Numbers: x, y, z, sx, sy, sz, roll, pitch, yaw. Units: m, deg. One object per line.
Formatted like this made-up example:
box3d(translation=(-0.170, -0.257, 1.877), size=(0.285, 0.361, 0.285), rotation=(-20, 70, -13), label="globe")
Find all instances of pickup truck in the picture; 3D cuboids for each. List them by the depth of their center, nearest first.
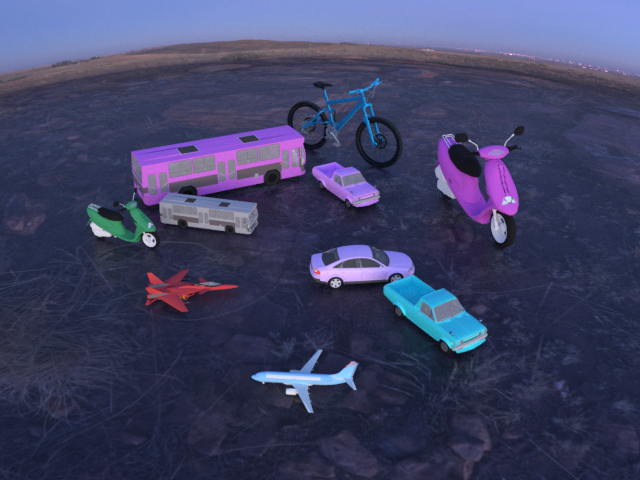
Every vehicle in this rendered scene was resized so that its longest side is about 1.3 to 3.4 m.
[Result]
box3d(translation=(1.561, 0.952, 9.641), size=(0.640, 0.511, 1.603), rotation=(-17, 34, -28), label="pickup truck")
box3d(translation=(0.476, -1.112, 13.343), size=(0.640, 0.511, 1.603), rotation=(-16, 33, -26), label="pickup truck")

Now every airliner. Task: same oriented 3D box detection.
box3d(translation=(-0.196, 1.615, 8.535), size=(1.307, 0.429, 1.161), rotation=(3, 29, 5), label="airliner")

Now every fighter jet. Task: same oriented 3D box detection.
box3d(translation=(-1.890, 0.668, 10.381), size=(1.358, 0.286, 1.147), rotation=(-4, 29, -7), label="fighter jet")

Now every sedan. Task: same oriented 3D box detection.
box3d(translation=(0.650, 0.360, 10.730), size=(1.613, 0.483, 0.635), rotation=(-3, 29, -5), label="sedan")

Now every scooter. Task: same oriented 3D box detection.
box3d(translation=(-3.289, -0.354, 11.565), size=(1.399, 0.919, 0.662), rotation=(10, 31, 18), label="scooter")
box3d(translation=(2.697, -1.166, 12.129), size=(1.288, 1.786, 2.721), rotation=(-9, 30, -16), label="scooter")

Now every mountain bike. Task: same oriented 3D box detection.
box3d(translation=(0.469, -2.498, 14.621), size=(2.857, 1.688, 1.114), rotation=(19, 34, 30), label="mountain bike")

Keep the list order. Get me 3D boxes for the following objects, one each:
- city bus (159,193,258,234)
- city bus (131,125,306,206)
box3d(translation=(-1.937, -0.448, 12.203), size=(1.674, 0.460, 0.476), rotation=(7, 30, 13), label="city bus")
box3d(translation=(-1.908, -1.436, 13.530), size=(3.255, 0.894, 0.926), rotation=(-14, 32, -23), label="city bus")
